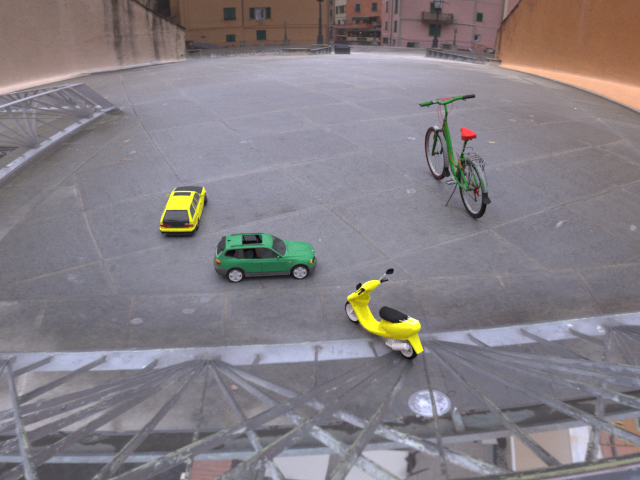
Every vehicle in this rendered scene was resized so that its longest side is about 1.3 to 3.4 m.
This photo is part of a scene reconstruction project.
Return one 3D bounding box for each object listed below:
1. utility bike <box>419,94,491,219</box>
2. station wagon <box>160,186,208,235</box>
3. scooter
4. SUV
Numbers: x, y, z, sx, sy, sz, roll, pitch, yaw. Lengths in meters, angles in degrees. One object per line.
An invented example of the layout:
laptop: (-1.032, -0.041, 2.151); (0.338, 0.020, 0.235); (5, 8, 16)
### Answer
utility bike: (2.353, -1.587, 12.577); (1.039, 1.839, 2.791); (-7, 30, -12)
station wagon: (-2.380, -0.613, 12.243); (0.682, 0.473, 1.597); (0, 30, 0)
scooter: (0.807, 0.924, 9.076); (0.662, 0.919, 1.399); (-22, 36, -34)
SUV: (-0.835, 0.221, 10.662); (1.572, 0.580, 0.656); (-3, 30, -5)
